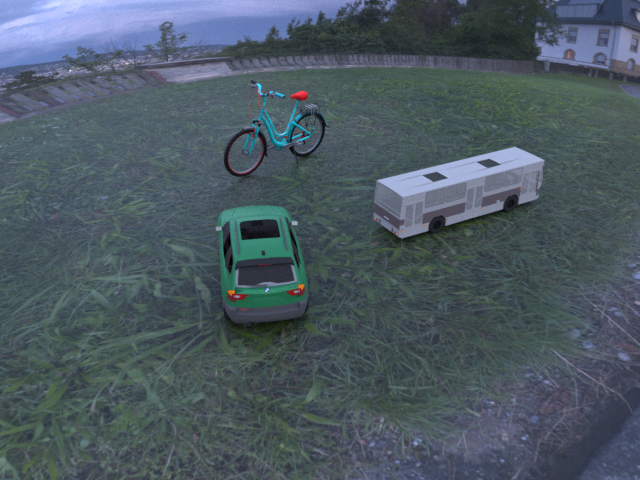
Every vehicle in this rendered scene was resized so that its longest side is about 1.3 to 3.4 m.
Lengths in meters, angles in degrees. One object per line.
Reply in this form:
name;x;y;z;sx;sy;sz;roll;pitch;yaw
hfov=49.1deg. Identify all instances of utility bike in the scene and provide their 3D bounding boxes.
utility bike;-0.788;-2.349;14.414;2.791;1.839;1.039;-23;36;-36

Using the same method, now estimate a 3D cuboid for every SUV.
SUV;-0.921;0.140;10.636;1.276;1.128;3.058;-4;29;-8

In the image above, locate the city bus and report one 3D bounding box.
city bus;2.553;-0.862;12.694;3.255;0.894;0.926;-15;32;-26
